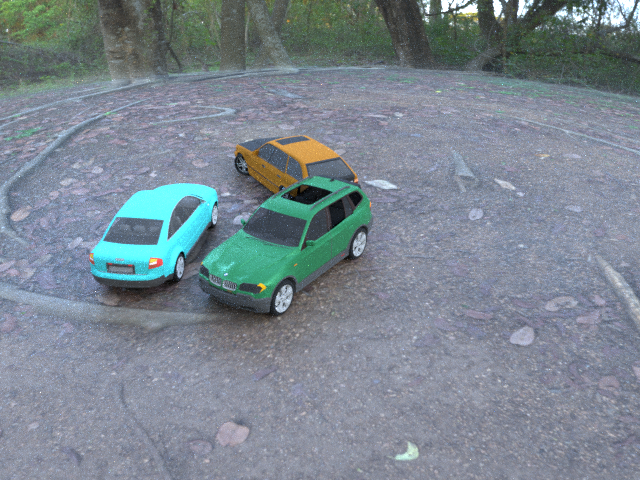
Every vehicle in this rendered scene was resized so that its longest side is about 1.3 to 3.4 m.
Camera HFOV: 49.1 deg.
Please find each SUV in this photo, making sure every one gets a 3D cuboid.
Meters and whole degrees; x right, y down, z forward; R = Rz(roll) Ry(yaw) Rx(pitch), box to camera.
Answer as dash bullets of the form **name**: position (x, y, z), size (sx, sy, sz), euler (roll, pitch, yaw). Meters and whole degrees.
- **SUV**: position (-0.400, -0.045, 9.971), size (1.276, 1.128, 3.058), euler (17, 31, 30)

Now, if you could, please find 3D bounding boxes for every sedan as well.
- **sedan**: position (-2.419, -0.281, 10.649), size (1.235, 0.940, 3.137), euler (4, 27, 8)

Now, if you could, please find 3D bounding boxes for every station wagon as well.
- **station wagon**: position (-0.528, -1.438, 12.967), size (1.327, 0.920, 3.105), euler (-15, 30, -27)
